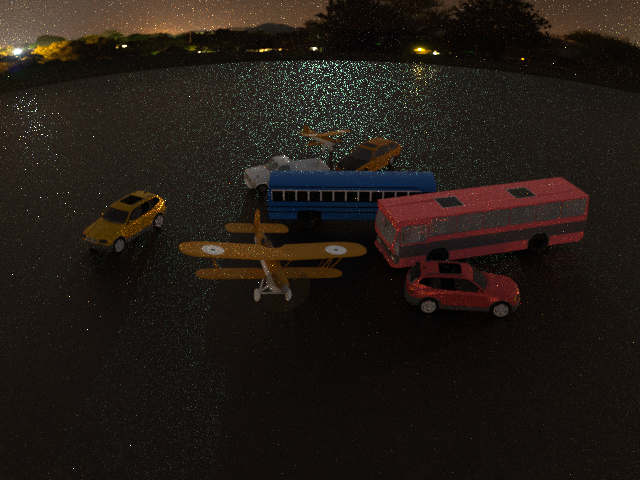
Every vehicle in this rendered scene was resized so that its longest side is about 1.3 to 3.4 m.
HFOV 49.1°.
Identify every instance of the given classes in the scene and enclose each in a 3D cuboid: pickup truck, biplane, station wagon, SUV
[{"bbox_3d":[-0.635,-1.311,13.323,1.603,0.511,0.640,-10,30,-18],"label":"pickup truck"},{"bbox_3d":[0.027,-2.193,14.972,1.336,0.504,1.090,-24,37,-38],"label":"biplane"},{"bbox_3d":[0.972,-1.674,14.038,0.682,0.473,1.597,22,35,34],"label":"station wagon"},{"bbox_3d":[-3.176,-0.337,11.434,0.656,0.580,1.572,14,31,25],"label":"SUV"},{"bbox_3d":[1.950,0.634,9.625,1.572,0.580,0.656,3,28,5],"label":"SUV"},{"bbox_3d":[-0.687,0.221,9.972,2.598,0.981,2.120,-8,29,-14],"label":"biplane"}]

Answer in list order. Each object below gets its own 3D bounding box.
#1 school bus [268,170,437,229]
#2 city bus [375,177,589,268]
[{"bbox_3d":[0.789,-0.703,11.838,3.322,0.844,0.709,1,28,1],"label":"school bus"},{"bbox_3d":[2.524,-0.263,10.964,3.255,0.894,0.926,-8,29,-14],"label":"city bus"}]
